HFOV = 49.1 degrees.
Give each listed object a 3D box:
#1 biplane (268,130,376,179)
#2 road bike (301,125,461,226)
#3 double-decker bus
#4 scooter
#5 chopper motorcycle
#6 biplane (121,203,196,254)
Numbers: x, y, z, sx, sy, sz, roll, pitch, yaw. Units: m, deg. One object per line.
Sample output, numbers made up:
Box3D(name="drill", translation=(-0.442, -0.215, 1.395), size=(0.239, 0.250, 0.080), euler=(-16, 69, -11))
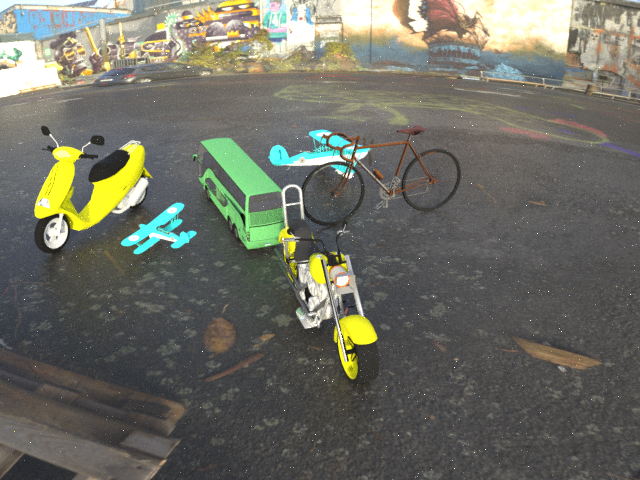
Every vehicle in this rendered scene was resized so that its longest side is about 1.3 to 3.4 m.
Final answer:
Box3D(name="biplane", translation=(0.040, -1.656, 13.719), size=(2.120, 0.981, 2.598), euler=(-9, 28, -17))
Box3D(name="road bike", translation=(1.088, -1.130, 11.901), size=(3.004, 1.656, 0.697), euler=(-9, 28, -17))
Box3D(name="double-decker bus", translation=(-1.446, -0.910, 12.137), size=(0.756, 1.052, 3.251), euler=(-11, 28, -20))
Box3D(name="scooter", translation=(-3.743, -1.028, 11.551), size=(1.288, 1.786, 2.721), euler=(12, 29, 23))
Box3D(name="chopper motorcycle", translation=(0.044, 0.463, 8.894), size=(0.906, 1.480, 3.040), euler=(-9, 28, -17))
Box3D(name="biplane", translation=(-2.502, -0.092, 11.106), size=(1.090, 0.504, 1.336), euler=(15, 30, 28))
